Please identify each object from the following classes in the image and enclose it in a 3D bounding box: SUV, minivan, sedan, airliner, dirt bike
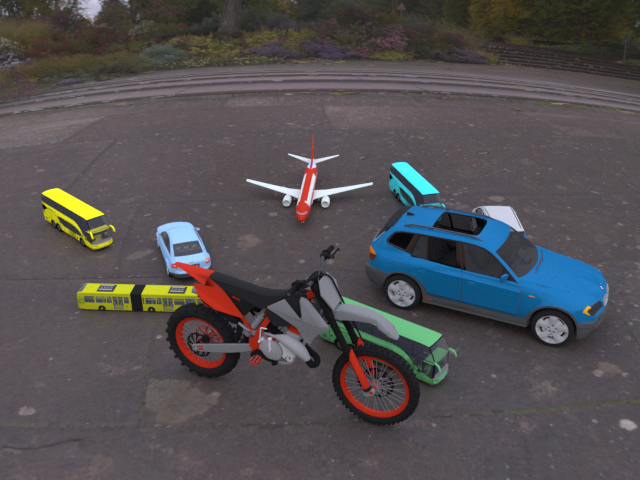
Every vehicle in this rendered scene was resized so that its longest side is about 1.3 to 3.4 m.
[{"bbox_3d":[2.104,0.337,8.971,3.058,1.128,1.276,12,29,23],"label":"SUV"},{"bbox_3d":[2.679,-0.184,10.602,0.681,0.616,1.548,1,26,1],"label":"minivan"},{"bbox_3d":[-2.028,0.054,10.270,0.635,0.483,1.613,-9,28,-18],"label":"sedan"},{"bbox_3d":[-0.211,-1.079,12.161,2.257,0.835,2.541,2,26,4],"label":"airliner"},{"bbox_3d":[-0.359,0.935,7.157,2.903,1.666,1.024,11,28,21],"label":"dirt bike"}]

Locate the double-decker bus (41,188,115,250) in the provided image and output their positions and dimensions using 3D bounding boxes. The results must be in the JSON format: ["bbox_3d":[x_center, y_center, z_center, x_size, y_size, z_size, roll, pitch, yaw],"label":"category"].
[{"bbox_3d":[-3.819,-0.328,10.976,1.672,0.541,0.389,24,35,39],"label":"double-decker bus"}]

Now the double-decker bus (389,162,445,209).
[{"bbox_3d":[1.618,-0.807,11.943,0.389,0.541,1.672,-7,27,-13],"label":"double-decker bus"}]

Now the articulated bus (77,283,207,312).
[{"bbox_3d":[-2.245,0.753,9.077,1.749,0.289,0.311,1,26,3],"label":"articulated bus"}]

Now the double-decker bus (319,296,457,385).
[{"bbox_3d":[0.727,1.132,8.028,1.672,0.541,0.389,18,32,32],"label":"double-decker bus"}]
